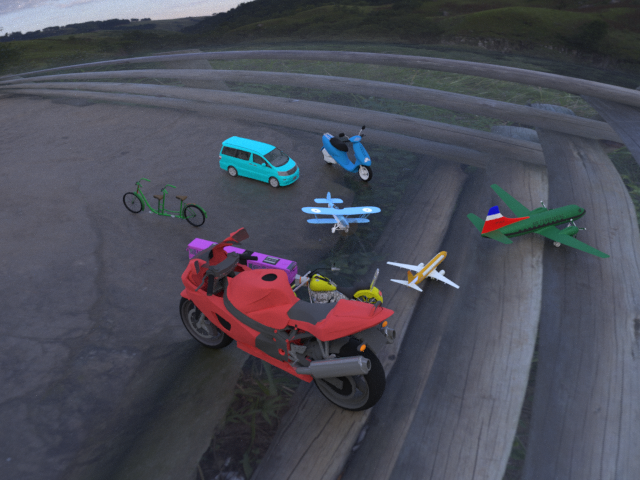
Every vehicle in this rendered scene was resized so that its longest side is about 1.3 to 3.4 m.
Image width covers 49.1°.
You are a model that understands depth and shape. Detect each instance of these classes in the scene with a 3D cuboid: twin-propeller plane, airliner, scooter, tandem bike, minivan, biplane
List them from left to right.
[{"bbox_3d":[-2.609,-0.632,11.637,1.642,0.682,0.283,12,33,19],"label":"tandem bike"},{"bbox_3d":[-1.134,-1.476,13.123,1.548,0.616,0.681,16,34,25],"label":"minivan"},{"bbox_3d":[0.301,-0.442,11.491,1.336,0.504,1.090,-9,32,-15],"label":"biplane"},{"bbox_3d":[0.495,-1.703,13.208,0.662,0.919,1.399,-24,38,-34],"label":"scooter"},{"bbox_3d":[1.566,0.360,10.215,1.161,0.429,1.307,19,36,29],"label":"airliner"},{"bbox_3d":[3.422,-0.364,11.078,2.129,0.792,2.663,-14,33,-22],"label":"twin-propeller plane"}]

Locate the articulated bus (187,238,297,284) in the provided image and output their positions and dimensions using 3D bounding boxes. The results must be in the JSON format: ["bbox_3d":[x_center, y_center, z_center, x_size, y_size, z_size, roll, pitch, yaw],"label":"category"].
[{"bbox_3d":[-1.176,0.307,10.442,1.749,0.289,0.311,13,33,20],"label":"articulated bus"}]

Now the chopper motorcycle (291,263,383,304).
[{"bbox_3d":[0.061,0.676,9.359,1.563,0.761,0.466,3,31,5],"label":"chopper motorcycle"}]

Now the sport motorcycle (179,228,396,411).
[{"bbox_3d":[-0.512,0.942,8.093,2.955,1.596,0.983,18,35,27],"label":"sport motorcycle"}]
